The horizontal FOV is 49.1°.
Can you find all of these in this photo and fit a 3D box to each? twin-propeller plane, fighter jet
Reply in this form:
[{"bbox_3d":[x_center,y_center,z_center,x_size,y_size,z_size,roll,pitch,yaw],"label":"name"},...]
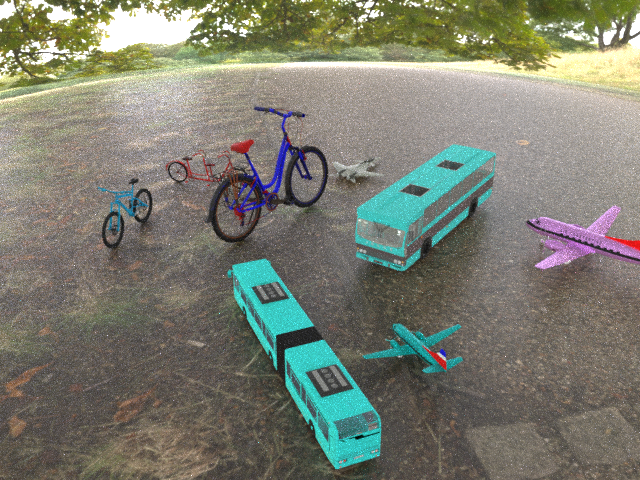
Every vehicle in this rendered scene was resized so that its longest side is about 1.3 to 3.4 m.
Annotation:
[{"bbox_3d":[3.973,-0.067,10.140,2.129,0.792,2.663,23,35,37],"label":"twin-propeller plane"},{"bbox_3d":[0.795,-1.459,13.359,1.147,0.286,1.358,19,33,32],"label":"fighter jet"},{"bbox_3d":[1.141,1.199,8.125,1.370,0.407,1.095,-14,30,-24],"label":"twin-propeller plane"}]

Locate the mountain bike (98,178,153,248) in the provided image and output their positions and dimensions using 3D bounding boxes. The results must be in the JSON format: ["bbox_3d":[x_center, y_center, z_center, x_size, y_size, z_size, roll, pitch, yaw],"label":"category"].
[{"bbox_3d":[-2.994,-0.491,10.870,0.573,0.868,1.469,7,28,14],"label":"mountain bike"}]

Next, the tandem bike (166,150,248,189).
[{"bbox_3d":[-2.045,-1.297,12.620,1.642,0.682,0.283,8,28,14],"label":"tandem bike"}]

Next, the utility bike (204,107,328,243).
[{"bbox_3d":[-0.851,-1.123,11.032,1.039,1.839,2.791,21,34,35],"label":"utility bike"}]

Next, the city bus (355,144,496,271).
[{"bbox_3d":[1.738,-0.567,10.989,0.926,0.894,3.255,17,32,30],"label":"city bus"}]

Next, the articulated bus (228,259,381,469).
[{"bbox_3d":[-0.287,1.207,7.942,0.605,0.561,3.401,-11,29,-20],"label":"articulated bus"}]
